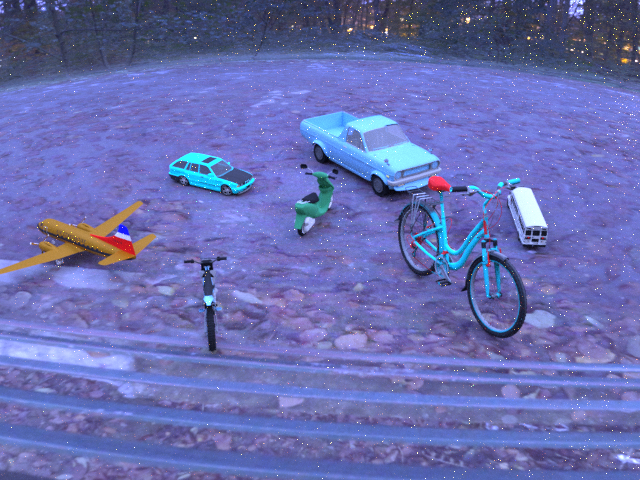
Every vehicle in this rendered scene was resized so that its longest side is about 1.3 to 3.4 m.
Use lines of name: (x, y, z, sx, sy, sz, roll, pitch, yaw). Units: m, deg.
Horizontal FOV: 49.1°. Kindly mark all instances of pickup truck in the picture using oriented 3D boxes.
pickup truck: (0.875, -1.808, 13.198, 1.244, 0.993, 3.117, -18, 33, -29)

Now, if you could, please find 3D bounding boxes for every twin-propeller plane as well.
twin-propeller plane: (-3.454, -0.087, 10.226, 2.129, 0.792, 2.663, 17, 33, 28)

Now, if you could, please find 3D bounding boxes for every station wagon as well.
station wagon: (-1.962, -1.225, 12.665, 1.597, 0.473, 0.682, 14, 32, 25)

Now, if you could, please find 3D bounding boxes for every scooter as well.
scooter: (-0.074, -0.691, 11.210, 0.662, 0.919, 1.399, 12, 30, 20)

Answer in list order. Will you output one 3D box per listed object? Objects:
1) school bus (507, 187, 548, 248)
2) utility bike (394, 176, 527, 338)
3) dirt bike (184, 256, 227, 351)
school bus: (3.295, -0.415, 11.208, 0.365, 0.434, 1.708, 2, 28, 4)
utility bike: (1.841, -0.059, 9.073, 1.039, 1.839, 2.791, -13, 31, -23)
dirt bike: (-1.392, 0.685, 8.730, 0.527, 0.857, 1.493, -4, 29, -8)
